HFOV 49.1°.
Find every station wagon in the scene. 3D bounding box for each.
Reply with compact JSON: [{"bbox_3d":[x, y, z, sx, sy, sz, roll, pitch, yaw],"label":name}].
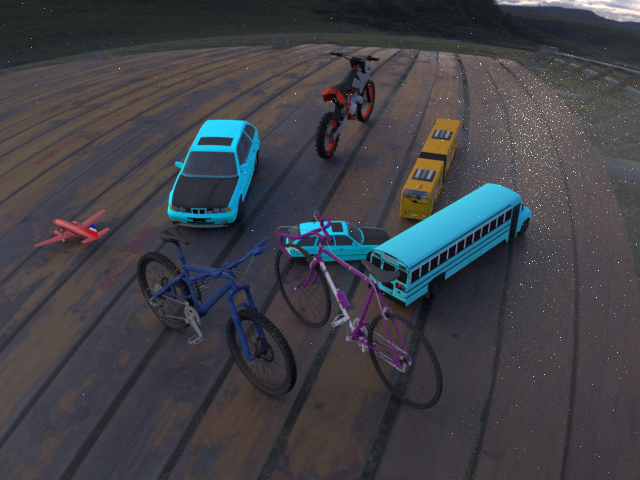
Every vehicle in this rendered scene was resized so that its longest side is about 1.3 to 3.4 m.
[{"bbox_3d":[0.289,0.002,10.613,1.597,0.473,0.682,-2,32,-4],"label":"station wagon"},{"bbox_3d":[-1.813,-1.289,12.281,1.327,0.920,3.105,2,32,3],"label":"station wagon"}]

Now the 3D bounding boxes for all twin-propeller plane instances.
[{"bbox_3d":[-3.845,-0.199,11.001,1.095,0.407,1.370,19,37,28],"label":"twin-propeller plane"}]

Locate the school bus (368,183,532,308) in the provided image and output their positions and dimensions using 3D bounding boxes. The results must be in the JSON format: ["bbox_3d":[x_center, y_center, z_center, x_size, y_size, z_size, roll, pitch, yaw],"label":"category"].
[{"bbox_3d":[2.061,-0.053,10.349,0.709,0.844,3.322,28,41,37],"label":"school bus"}]

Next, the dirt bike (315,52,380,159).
[{"bbox_3d":[0.555,-2.813,14.042,1.024,1.666,2.903,13,34,20],"label":"dirt bike"}]

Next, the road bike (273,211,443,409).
[{"bbox_3d":[0.345,0.757,8.262,0.696,1.656,3.004,-23,38,-32],"label":"road bike"}]

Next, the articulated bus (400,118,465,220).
[{"bbox_3d":[2.069,-1.370,12.754,0.605,0.561,3.401,10,33,15],"label":"articulated bus"}]

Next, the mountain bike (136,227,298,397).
[{"bbox_3d":[-1.334,0.717,8.295,2.857,1.688,1.114,26,40,35],"label":"mountain bike"}]
